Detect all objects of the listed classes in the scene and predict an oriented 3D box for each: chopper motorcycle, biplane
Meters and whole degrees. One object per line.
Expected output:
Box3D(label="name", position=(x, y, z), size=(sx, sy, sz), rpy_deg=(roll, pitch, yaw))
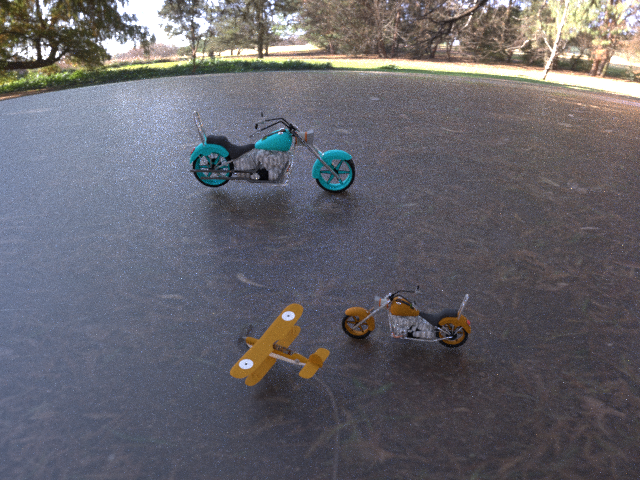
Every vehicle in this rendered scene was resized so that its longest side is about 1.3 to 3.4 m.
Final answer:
Box3D(label="chopper motorcycle", position=(1.044, 0.917, 8.486), size=(1.563, 0.761, 0.466), rpy_deg=(5, 27, 11))
Box3D(label="biplane", position=(-0.448, 1.298, 8.009), size=(1.090, 0.504, 1.336), rpy_deg=(14, 30, 26))
Box3D(label="chopper motorcycle", position=(-0.871, -1.595, 12.728), size=(3.040, 1.480, 0.906), rpy_deg=(1, 26, 2))
